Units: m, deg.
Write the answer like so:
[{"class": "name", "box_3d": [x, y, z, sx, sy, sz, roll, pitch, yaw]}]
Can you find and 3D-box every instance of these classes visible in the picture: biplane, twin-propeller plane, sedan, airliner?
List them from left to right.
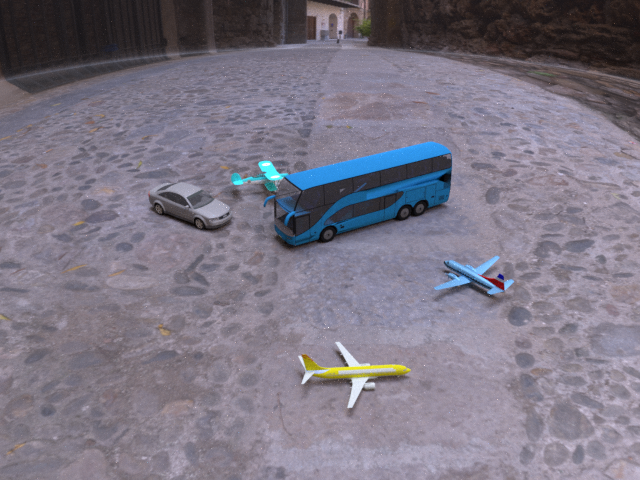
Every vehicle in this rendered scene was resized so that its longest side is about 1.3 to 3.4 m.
[{"class": "sedan", "box_3d": [-2.177, -0.631, 11.718, 1.613, 0.483, 0.635, 19, 35, 30]}, {"class": "biplane", "box_3d": [-1.047, -1.100, 12.520, 1.090, 0.504, 1.336, -7, 30, -12]}, {"class": "airliner", "box_3d": [0.416, 1.455, 8.102, 1.307, 0.429, 1.161, -3, 30, -5]}, {"class": "twin-propeller plane", "box_3d": [2.162, 0.466, 9.864, 1.370, 0.407, 1.095, -22, 36, -33]}]

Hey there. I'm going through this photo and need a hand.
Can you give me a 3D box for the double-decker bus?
[{"class": "double-decker bus", "box_3d": [0.703, -0.768, 11.383, 3.251, 1.052, 0.756, -16, 33, -26]}]
